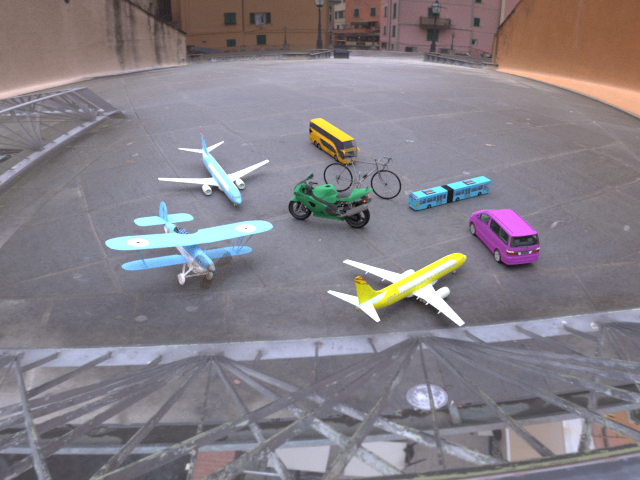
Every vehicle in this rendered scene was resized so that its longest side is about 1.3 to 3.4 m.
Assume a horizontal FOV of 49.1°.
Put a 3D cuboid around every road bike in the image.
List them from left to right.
[{"bbox_3d":[0.791,-1.229,13.212,1.545,0.852,0.358,10,31,18],"label":"road bike"}]

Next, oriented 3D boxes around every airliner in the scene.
[{"bbox_3d":[-1.970,-1.434,13.596,2.257,0.835,2.541,-12,31,-21],"label":"airliner"},{"bbox_3d":[1.361,0.472,10.180,2.541,0.835,2.257,-24,37,-36],"label":"airliner"}]

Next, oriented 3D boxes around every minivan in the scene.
[{"bbox_3d":[3.012,-0.160,11.537,0.681,0.616,1.548,-7,30,-12],"label":"minivan"}]

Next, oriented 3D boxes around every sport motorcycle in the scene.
[{"bbox_3d":[0.167,-0.655,12.215,1.520,0.821,0.506,8,30,14],"label":"sport motorcycle"}]

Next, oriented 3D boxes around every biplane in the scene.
[{"bbox_3d":[-2.051,0.026,10.829,2.598,0.981,2.120,-17,34,-28],"label":"biplane"}]

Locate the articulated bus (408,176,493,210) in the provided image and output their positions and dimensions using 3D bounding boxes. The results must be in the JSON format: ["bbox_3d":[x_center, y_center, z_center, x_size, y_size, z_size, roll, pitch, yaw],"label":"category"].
[{"bbox_3d":[2.459,-0.884,13.172,1.749,0.289,0.311,-14,32,-24],"label":"articulated bus"}]

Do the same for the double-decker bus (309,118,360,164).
[{"bbox_3d":[0.281,-2.133,15.151,0.389,0.541,1.672,-14,32,-24],"label":"double-decker bus"}]
